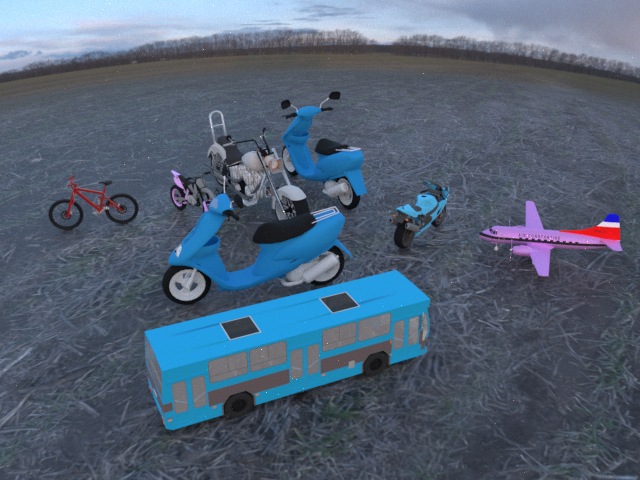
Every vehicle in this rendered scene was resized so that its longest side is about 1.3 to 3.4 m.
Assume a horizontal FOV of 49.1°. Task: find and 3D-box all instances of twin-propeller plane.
[{"bbox_3d":[3.572,-0.118,10.925,2.129,0.792,2.663,5,27,10],"label":"twin-propeller plane"}]

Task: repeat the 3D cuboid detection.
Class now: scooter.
[{"bbox_3d":[-0.855,-0.036,9.664,2.721,1.786,1.288,-7,28,-14],"label":"scooter"},{"bbox_3d":[0.003,-1.729,12.999,1.288,1.786,2.721,-16,31,-29],"label":"scooter"}]

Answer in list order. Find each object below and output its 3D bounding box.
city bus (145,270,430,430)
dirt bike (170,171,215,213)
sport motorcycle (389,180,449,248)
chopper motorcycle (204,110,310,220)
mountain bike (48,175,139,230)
[{"bbox_3d":[-0.312,1.240,8.136,3.255,0.894,0.926,-12,29,-22],"label":"city bus"},{"bbox_3d":[-2.184,-0.775,12.147,0.527,0.857,1.493,-23,35,-37],"label":"dirt bike"},{"bbox_3d":[1.673,-0.428,11.503,0.506,0.821,1.520,20,33,34],"label":"sport motorcycle"},{"bbox_3d":[-1.161,-1.256,12.406,0.906,1.480,3.040,-18,32,-32],"label":"chopper motorcycle"},{"bbox_3d":[-3.838,-0.620,11.830,1.469,0.868,0.573,-7,28,-14],"label":"mountain bike"}]
